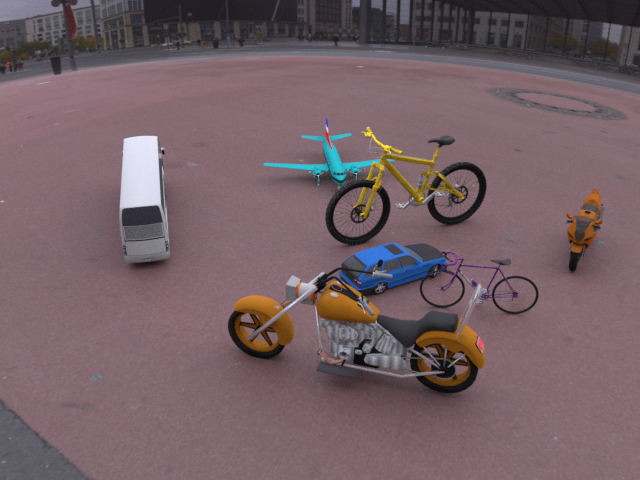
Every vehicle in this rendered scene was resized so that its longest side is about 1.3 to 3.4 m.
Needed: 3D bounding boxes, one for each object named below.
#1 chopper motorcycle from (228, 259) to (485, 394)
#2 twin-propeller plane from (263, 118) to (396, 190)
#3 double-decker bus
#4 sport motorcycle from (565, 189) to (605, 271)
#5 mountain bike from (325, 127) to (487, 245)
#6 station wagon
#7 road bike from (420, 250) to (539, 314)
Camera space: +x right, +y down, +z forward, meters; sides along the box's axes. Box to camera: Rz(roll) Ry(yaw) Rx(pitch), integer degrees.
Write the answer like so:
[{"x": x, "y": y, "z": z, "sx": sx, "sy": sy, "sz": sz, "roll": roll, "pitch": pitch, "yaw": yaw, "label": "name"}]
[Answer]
[{"x": 0.364, "y": 0.915, "z": 7.982, "sx": 3.040, "sy": 1.480, "sz": 0.906, "roll": 9, "pitch": 30, "yaw": 16, "label": "chopper motorcycle"}, {"x": 0.247, "y": -1.624, "z": 13.246, "sx": 2.663, "sy": 0.792, "sz": 2.129, "roll": -4, "pitch": 29, "yaw": -6, "label": "twin-propeller plane"}, {"x": -2.880, "y": -0.785, "z": 11.473, "sx": 0.756, "sy": 1.052, "sz": 3.251, "roll": -6, "pitch": 30, "yaw": -11, "label": "double-decker bus"}, {"x": 3.998, "y": -0.159, "z": 10.587, "sx": 0.506, "sy": 0.821, "sz": 1.520, "roll": 14, "pitch": 32, "yaw": 24, "label": "sport motorcycle"}, {"x": 1.407, "y": -0.852, "z": 10.940, "sx": 2.857, "sy": 1.688, "sz": 1.114, "roll": -11, "pitch": 31, "yaw": -19, "label": "mountain bike"}, {"x": 1.079, "y": 0.326, "z": 10.072, "sx": 1.597, "sy": 0.473, "sz": 0.682, "roll": -15, "pitch": 32, "yaw": -24, "label": "station wagon"}, {"x": 2.102, "y": 0.579, "z": 9.230, "sx": 1.545, "sy": 0.852, "sz": 0.358, "roll": 4, "pitch": 29, "yaw": 8, "label": "road bike"}]
